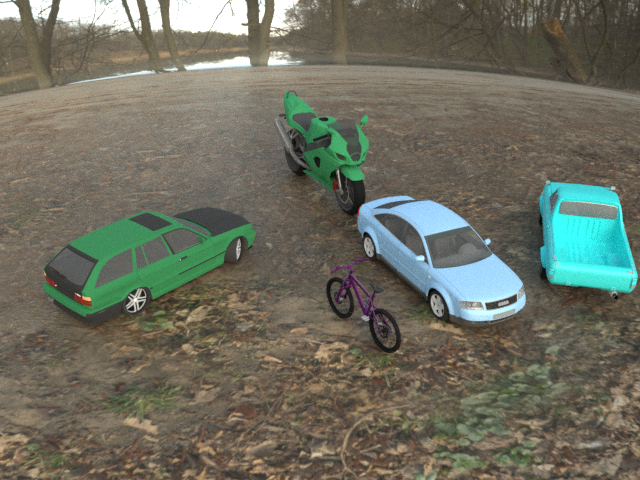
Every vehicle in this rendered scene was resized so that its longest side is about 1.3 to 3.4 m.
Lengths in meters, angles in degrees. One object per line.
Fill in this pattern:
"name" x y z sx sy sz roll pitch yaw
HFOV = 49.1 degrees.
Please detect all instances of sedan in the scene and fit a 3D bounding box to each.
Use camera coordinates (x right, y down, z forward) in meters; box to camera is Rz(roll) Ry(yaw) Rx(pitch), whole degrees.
"sedan" 1.634 0.118 9.925 1.235 0.940 3.137 -12 30 -23

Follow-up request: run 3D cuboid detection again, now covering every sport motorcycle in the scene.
"sport motorcycle" 0.034 -1.612 12.536 0.983 1.596 2.955 -13 30 -23

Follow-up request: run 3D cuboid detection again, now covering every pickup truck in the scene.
"pickup truck" 3.941 -0.189 10.457 1.244 0.993 3.117 7 28 13

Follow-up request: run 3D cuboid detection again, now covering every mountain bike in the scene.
"mountain bike" 0.523 0.787 8.717 0.573 0.868 1.469 -18 32 -30

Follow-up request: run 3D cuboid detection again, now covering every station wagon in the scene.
"station wagon" -2.305 0.115 9.951 1.327 0.920 3.105 22 34 35
